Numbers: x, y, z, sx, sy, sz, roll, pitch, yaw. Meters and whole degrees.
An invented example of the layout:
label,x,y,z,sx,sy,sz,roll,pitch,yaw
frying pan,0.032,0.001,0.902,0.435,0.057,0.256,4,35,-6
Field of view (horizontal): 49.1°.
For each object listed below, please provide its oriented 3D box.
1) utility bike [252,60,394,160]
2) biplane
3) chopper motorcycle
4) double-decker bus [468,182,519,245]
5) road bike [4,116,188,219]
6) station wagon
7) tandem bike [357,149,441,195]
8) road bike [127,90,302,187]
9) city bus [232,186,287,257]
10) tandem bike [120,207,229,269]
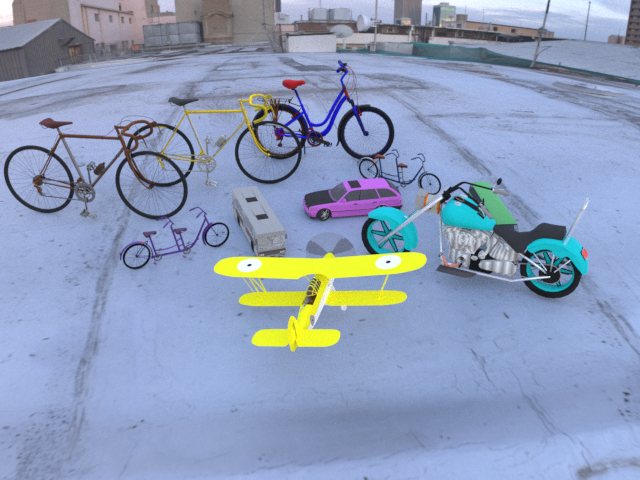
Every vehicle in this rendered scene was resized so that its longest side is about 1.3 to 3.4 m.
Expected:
label,x,y,z,sx,sy,sz,roll,pitch,yaw
utility bike,0.009,-2.416,13.108,2.791,1.839,1.039,1,28,3
biplane,-0.113,0.674,8.253,2.598,0.981,2.120,6,29,11
chopper motorcycle,1.990,-0.139,9.241,3.040,1.480,0.906,14,31,24
double-decker bus,2.596,-0.318,10.569,0.389,0.541,1.672,-2,28,-3
road bike,-3.536,-1.114,10.874,3.004,1.656,0.697,4,28,7
station wagon,0.514,-0.690,11.334,1.597,0.473,0.682,-5,29,-9
tandem bike,1.353,-1.229,12.119,1.642,0.682,0.283,17,33,29
road bike,-1.814,-1.695,11.958,3.004,1.656,0.697,-2,28,-4
city bus,-0.945,-0.272,10.569,0.476,0.460,1.674,-9,30,-17
tandem bike,-2.042,-0.044,9.909,1.642,0.682,0.283,-16,32,-27
